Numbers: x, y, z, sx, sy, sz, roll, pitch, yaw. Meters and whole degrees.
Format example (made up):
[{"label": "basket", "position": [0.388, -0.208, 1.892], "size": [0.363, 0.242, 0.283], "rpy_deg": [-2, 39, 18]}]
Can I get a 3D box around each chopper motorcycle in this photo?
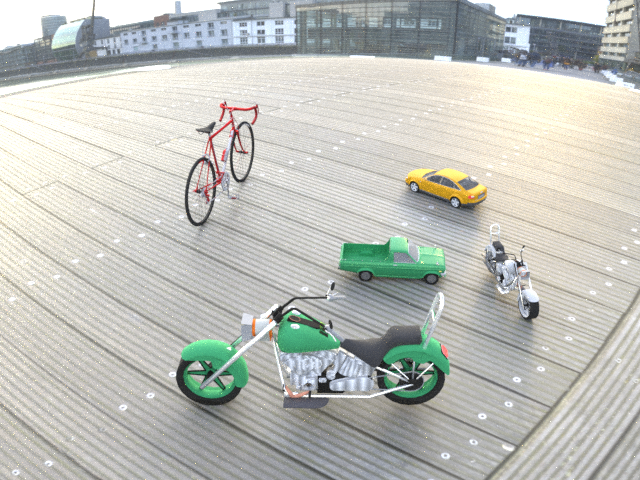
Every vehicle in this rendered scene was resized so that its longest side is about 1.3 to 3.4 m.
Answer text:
[{"label": "chopper motorcycle", "position": [2.693, 0.429, 9.839], "size": [0.466, 0.761, 1.563], "rpy_deg": [-5, 29, -9]}, {"label": "chopper motorcycle", "position": [-0.084, 1.199, 7.697], "size": [3.040, 1.480, 0.906], "rpy_deg": [1, 29, 1]}]

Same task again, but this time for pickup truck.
[{"label": "pickup truck", "position": [1.079, 0.264, 10.397], "size": [1.603, 0.511, 0.640], "rpy_deg": [3, 29, 5]}]

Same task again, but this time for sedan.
[{"label": "sedan", "position": [2.283, -1.038, 12.788], "size": [1.613, 0.483, 0.635], "rpy_deg": [26, 38, 38]}]

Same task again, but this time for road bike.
[{"label": "road bike", "position": [-1.720, -1.445, 12.311], "size": [0.696, 1.656, 3.004], "rpy_deg": [8, 30, 14]}]
